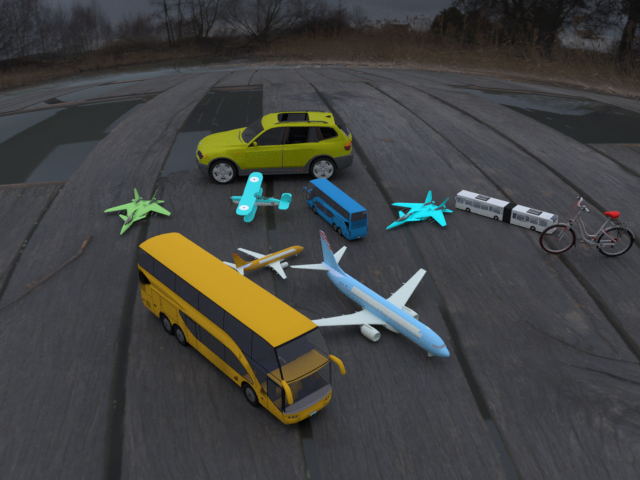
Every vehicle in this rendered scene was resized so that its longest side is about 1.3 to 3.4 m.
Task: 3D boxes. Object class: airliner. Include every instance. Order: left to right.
[{"bbox_3d":[-0.752,0.207,10.317,1.307,0.429,1.161,-21,34,-35],"label":"airliner"},{"bbox_3d":[0.739,0.680,8.972,2.257,0.835,2.541,-19,33,-33],"label":"airliner"}]

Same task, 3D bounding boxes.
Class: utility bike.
[{"bbox_3d":[4.044,-0.148,10.438,1.435,0.946,0.535,3,28,5],"label":"utility bike"}]

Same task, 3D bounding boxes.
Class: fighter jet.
[{"bbox_3d":[-3.121,-0.480,11.787,1.147,0.286,1.358,3,28,6],"label":"fighter jet"},{"bbox_3d":[1.584,-0.465,11.761,1.358,0.286,1.147,-22,35,-36],"label":"fighter jet"}]

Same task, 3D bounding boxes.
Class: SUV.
[{"bbox_3d":[-0.866,-1.846,13.497,3.058,1.128,1.276,-2,28,-4],"label":"SUV"}]

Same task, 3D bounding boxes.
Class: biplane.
[{"bbox_3d":[-1.027,-0.660,11.899,1.090,0.504,1.336,3,28,6],"label":"biplane"}]

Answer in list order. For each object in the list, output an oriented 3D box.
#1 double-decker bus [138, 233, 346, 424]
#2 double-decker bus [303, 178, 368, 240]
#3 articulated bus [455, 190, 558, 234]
[{"bbox_3d":[-1.076,0.953,8.214,0.756,1.052,3.251,-22,35,-36],"label":"double-decker bus"},{"bbox_3d":[0.245,-0.550,11.648,0.389,0.541,1.672,-13,30,-23],"label":"double-decker bus"},{"bbox_3d":[3.107,-0.483,11.792,1.749,0.289,0.311,20,33,33],"label":"articulated bus"}]
